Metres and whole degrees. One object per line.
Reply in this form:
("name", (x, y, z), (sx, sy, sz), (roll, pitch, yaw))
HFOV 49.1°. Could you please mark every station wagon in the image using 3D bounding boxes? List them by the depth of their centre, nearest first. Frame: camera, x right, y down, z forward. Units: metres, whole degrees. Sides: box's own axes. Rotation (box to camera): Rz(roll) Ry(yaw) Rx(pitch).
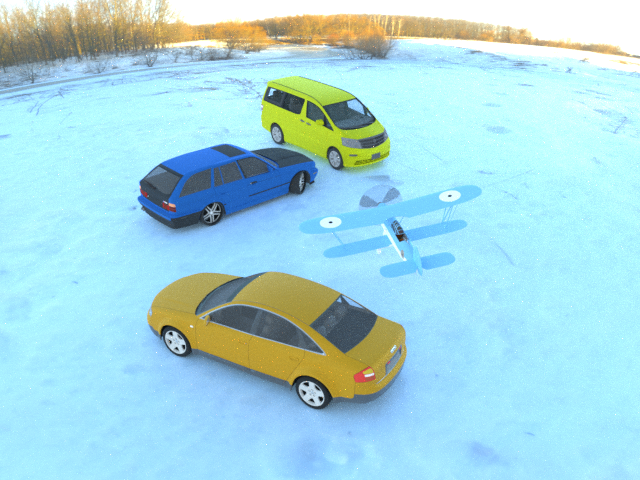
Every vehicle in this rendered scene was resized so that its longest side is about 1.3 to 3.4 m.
("station wagon", (-1.451, -1.090, 11.710), (3.105, 0.920, 1.327), (-22, 35, -36))

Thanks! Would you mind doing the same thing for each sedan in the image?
("sedan", (-0.567, 0.904, 7.861), (3.137, 0.940, 1.235), (15, 31, 26))

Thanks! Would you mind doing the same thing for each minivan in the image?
("minivan", (0.080, -2.366, 13.862), (1.324, 1.197, 3.011), (-21, 34, -34))

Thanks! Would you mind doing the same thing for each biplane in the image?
("biplane", (1.046, -0.043, 9.635), (2.598, 0.981, 2.120), (-5, 28, -9))
